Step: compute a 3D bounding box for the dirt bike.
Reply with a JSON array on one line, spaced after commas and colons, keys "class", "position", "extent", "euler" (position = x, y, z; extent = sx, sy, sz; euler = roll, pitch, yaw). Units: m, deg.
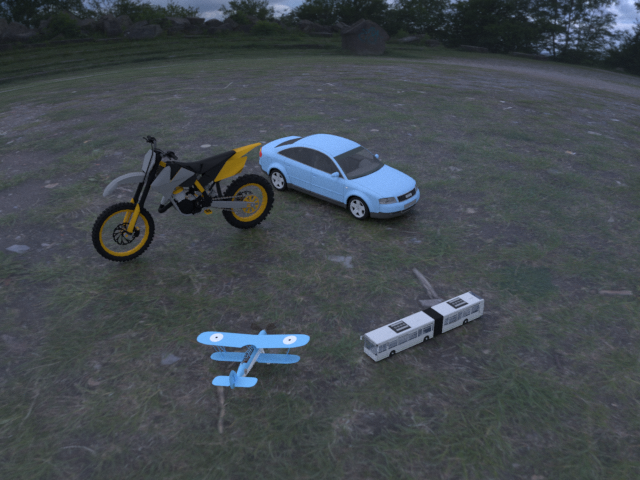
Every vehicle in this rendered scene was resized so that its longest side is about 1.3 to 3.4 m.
[{"class": "dirt bike", "position": [-1.958, -0.678, 10.301], "extent": [2.903, 1.666, 1.024], "euler": [-17, 32, -29]}]

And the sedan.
[{"class": "sedan", "position": [0.290, -1.225, 12.119], "extent": [3.137, 0.940, 1.235], "euler": [22, 35, 36]}]

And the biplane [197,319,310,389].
[{"class": "biplane", "position": [-0.805, 1.307, 7.779], "extent": [1.336, 0.504, 1.090], "euler": [7, 29, 14]}]

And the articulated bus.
[{"class": "articulated bus", "position": [1.285, 1.033, 8.531], "extent": [1.749, 0.289, 0.311], "euler": [-17, 32, -29]}]
